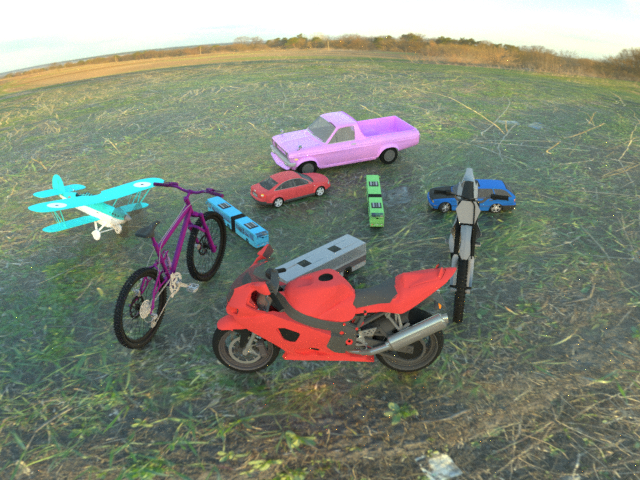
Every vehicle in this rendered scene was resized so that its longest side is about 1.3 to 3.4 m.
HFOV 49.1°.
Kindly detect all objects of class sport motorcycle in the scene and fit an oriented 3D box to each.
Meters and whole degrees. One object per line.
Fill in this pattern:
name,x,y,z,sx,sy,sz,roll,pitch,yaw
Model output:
sport motorcycle,0.133,0.959,8.578,2.955,1.596,0.983,-1,29,-1

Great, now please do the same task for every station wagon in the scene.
station wagon,2.803,-0.843,12.997,1.597,0.473,0.682,0,29,1

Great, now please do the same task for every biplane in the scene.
biplane,-3.934,-0.629,12.085,2.120,0.981,2.598,20,34,31

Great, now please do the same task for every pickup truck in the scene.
pickup truck,0.535,-2.149,14.820,3.117,0.993,1.244,-12,31,-21

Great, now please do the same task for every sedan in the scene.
sedan,-0.546,-1.050,13.360,1.613,0.483,0.635,-17,33,-28

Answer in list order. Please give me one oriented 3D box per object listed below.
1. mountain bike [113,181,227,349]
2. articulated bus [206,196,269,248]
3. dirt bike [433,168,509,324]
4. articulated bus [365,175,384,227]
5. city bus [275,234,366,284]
mountain bike,-2.028,0.234,9.795,1.114,1.688,2.857,11,31,18
articulated bus,-1.463,-0.333,12.265,0.311,0.289,1.749,-19,34,-31
dirt bike,2.162,-0.087,10.398,1.024,1.666,2.903,6,29,10
articulated bus,1.017,-0.750,13.019,0.311,0.289,1.749,0,29,1
city bus,-0.013,0.445,10.682,1.674,0.460,0.476,-25,37,-37
